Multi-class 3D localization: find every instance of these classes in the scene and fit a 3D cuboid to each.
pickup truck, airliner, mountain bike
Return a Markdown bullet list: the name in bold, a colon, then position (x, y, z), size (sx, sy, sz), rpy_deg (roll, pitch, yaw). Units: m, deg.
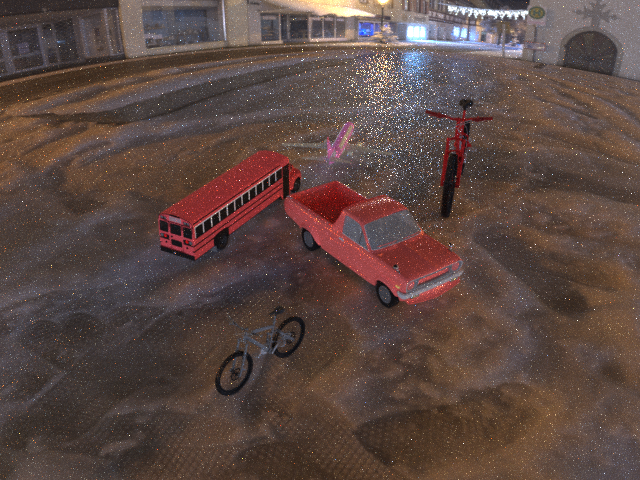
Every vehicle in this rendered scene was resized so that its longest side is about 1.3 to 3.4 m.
- **pickup truck**: position (0.720, -0.129, 10.592), size (1.244, 0.993, 3.117), rpy_deg (-20, 36, -30)
- **airliner**: position (0.401, -2.115, 14.153), size (2.257, 0.835, 2.541), rpy_deg (7, 31, 11)
- **mountain bike**: position (-0.694, 1.246, 8.359), size (0.573, 0.868, 1.469), rpy_deg (24, 38, 35)
- **mountain bike**: position (2.450, -1.604, 12.432), size (1.114, 1.688, 2.857), rpy_deg (9, 31, 15)

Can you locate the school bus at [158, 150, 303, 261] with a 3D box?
- **school bus**: position (-1.361, -0.713, 11.740), size (0.709, 0.844, 3.322), rpy_deg (16, 34, 25)
